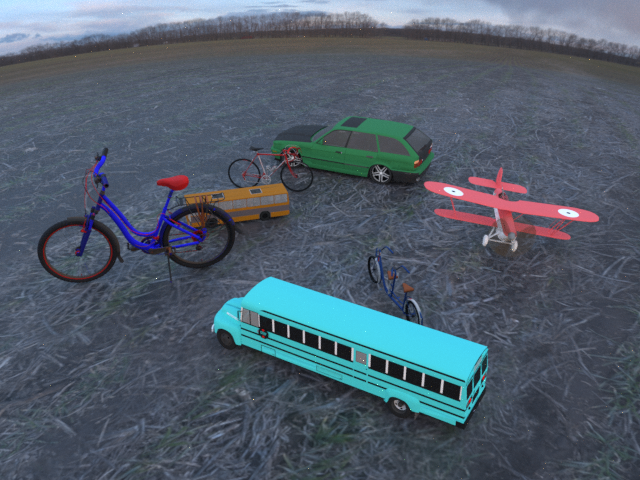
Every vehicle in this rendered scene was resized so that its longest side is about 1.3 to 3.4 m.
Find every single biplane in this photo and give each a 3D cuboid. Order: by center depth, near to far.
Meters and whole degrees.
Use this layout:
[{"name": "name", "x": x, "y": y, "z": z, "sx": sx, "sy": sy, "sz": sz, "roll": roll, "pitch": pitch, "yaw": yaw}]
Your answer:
[{"name": "biplane", "x": 2.882, "y": -0.483, "z": 10.842, "sx": 2.598, "sy": 0.981, "sz": 2.120, "roll": 3, "pitch": 29, "yaw": 6}]

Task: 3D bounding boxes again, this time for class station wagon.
[{"name": "station wagon", "x": 0.579, "y": -1.837, "z": 13.393, "sx": 3.105, "sy": 0.920, "sz": 1.327, "roll": 12, "pitch": 31, "yaw": 21}]

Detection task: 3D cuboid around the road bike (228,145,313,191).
[{"name": "road bike", "x": -0.884, "y": -1.268, "z": 12.419, "sx": 1.545, "sy": 0.852, "sz": 0.358, "roll": 3, "pitch": 29, "yaw": 6}]

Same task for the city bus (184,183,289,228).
[{"name": "city bus", "x": -1.364, "y": -0.555, "z": 11.519, "sx": 1.674, "sy": 0.460, "sz": 0.476, "roll": -8, "pitch": 30, "yaw": -15}]

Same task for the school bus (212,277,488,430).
[{"name": "school bus", "x": 0.203, "y": 1.163, "z": 7.961, "sx": 3.322, "sy": 0.844, "sz": 0.709, "roll": 16, "pitch": 32, "yaw": 27}]

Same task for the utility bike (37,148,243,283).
[{"name": "utility bike", "x": -2.439, "y": -0.242, "z": 9.502, "sx": 2.791, "sy": 1.839, "sz": 1.039, "roll": -7, "pitch": 29, "yaw": -13}]

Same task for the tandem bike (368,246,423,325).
[{"name": "tandem bike", "x": 0.968, "y": 0.571, "z": 9.218, "sx": 0.283, "sy": 0.682, "sz": 1.642, "roll": -10, "pitch": 30, "yaw": -18}]
